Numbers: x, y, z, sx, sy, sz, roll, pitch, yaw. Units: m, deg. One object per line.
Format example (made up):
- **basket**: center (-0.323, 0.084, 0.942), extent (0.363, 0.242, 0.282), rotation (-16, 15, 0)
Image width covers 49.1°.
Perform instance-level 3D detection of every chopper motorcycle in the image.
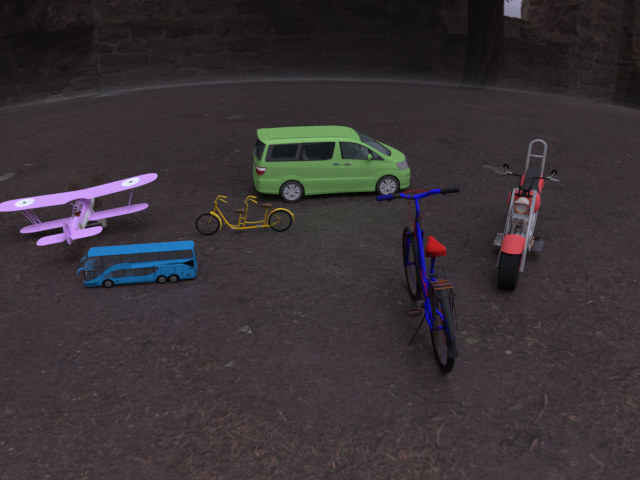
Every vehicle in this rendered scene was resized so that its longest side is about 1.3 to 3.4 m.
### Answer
- **chopper motorcycle**: center (3.135, -0.462, 10.794), extent (0.906, 1.480, 3.040), rotation (9, 27, 19)

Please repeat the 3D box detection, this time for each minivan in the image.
- **minivan**: center (0.230, -1.524, 13.373), extent (3.011, 1.197, 1.324), rotation (-4, 26, -8)

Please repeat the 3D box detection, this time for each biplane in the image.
- **biplane**: center (-3.904, -0.394, 11.235), extent (2.598, 0.981, 2.120), rotation (-4, 26, -7)

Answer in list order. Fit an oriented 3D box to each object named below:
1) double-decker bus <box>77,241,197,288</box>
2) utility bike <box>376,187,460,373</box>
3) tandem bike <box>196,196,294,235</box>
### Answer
- **double-decker bus**: center (-2.638, 0.350, 10.174), extent (1.672, 0.541, 0.389), rotation (-4, 26, -9)
- **utility bike**: center (1.234, 0.343, 8.670), extent (1.039, 1.839, 2.791), rotation (-2, 25, -4)
- **tandem bike**: center (-1.248, -0.417, 11.633), extent (1.642, 0.682, 0.283), rotation (-3, 25, -7)
